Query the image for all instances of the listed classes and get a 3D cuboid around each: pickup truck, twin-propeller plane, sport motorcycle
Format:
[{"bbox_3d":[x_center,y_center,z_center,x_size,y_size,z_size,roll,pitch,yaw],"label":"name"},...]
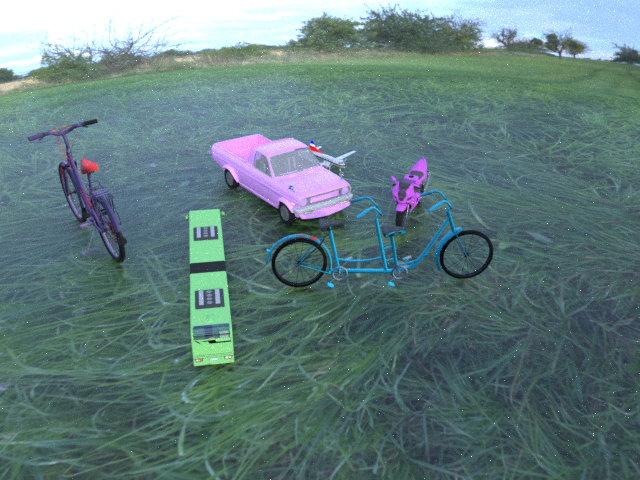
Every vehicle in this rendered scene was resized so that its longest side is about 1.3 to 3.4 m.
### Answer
[{"bbox_3d":[-0.760,-1.270,12.481,1.244,0.993,3.117,-18,32,-31],"label":"pickup truck"},{"bbox_3d":[0.139,-1.668,13.899,1.370,0.407,1.095,-21,34,-35],"label":"twin-propeller plane"},{"bbox_3d":[1.525,-0.794,11.741,0.506,0.821,1.520,10,29,19],"label":"sport motorcycle"}]

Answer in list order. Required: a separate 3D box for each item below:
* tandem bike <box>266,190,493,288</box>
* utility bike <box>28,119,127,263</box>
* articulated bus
[{"bbox_3d":[0.849,0.020,9.600,3.192,1.326,0.550,-2,27,-5],"label":"tandem bike"},{"bbox_3d":[-3.629,-0.770,10.579,1.039,1.839,2.791,-18,32,-31],"label":"utility bike"},{"bbox_3d":[-1.509,0.496,9.509,0.605,0.561,3.401,-4,27,-9],"label":"articulated bus"}]
